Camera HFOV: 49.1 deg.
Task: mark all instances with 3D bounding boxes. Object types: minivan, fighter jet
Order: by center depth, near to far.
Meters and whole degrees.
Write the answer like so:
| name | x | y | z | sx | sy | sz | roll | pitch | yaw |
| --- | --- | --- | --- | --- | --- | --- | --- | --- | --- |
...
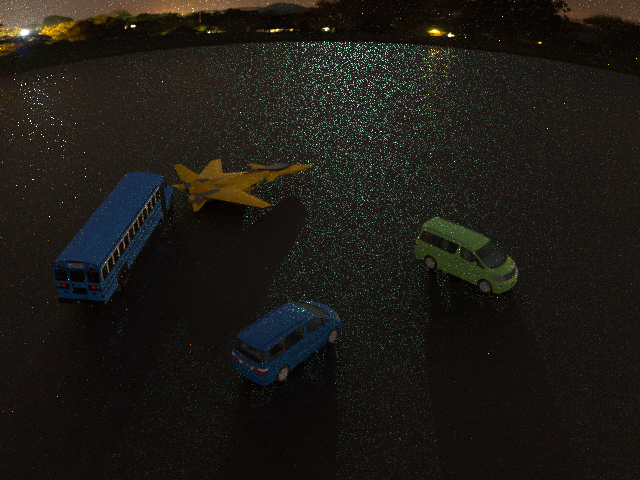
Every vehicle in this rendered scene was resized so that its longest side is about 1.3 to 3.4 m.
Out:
| name | x | y | z | sx | sy | sz | roll | pitch | yaw |
| --- | --- | --- | --- | --- | --- | --- | --- | --- | --- |
| minivan | -0.375 | 1.164 | 8.702 | 0.681 | 0.616 | 1.548 | 23 | 38 | 34 |
| minivan | 2.160 | 0.211 | 10.297 | 1.548 | 0.616 | 0.681 | 25 | 39 | 35 |
| fighter jet | -1.284 | -1.236 | 12.777 | 2.640 | 0.557 | 2.229 | -17 | 35 | -26 |

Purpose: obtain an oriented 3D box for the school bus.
| name | x | y | z | sx | sy | sz | roll | pitch | yaw |
| --- | --- | --- | --- | --- | --- | --- | --- | --- | --- |
| school bus | -3.026 | -0.191 | 10.747 | 0.709 | 0.844 | 3.322 | 3 | 31 | 6 |
